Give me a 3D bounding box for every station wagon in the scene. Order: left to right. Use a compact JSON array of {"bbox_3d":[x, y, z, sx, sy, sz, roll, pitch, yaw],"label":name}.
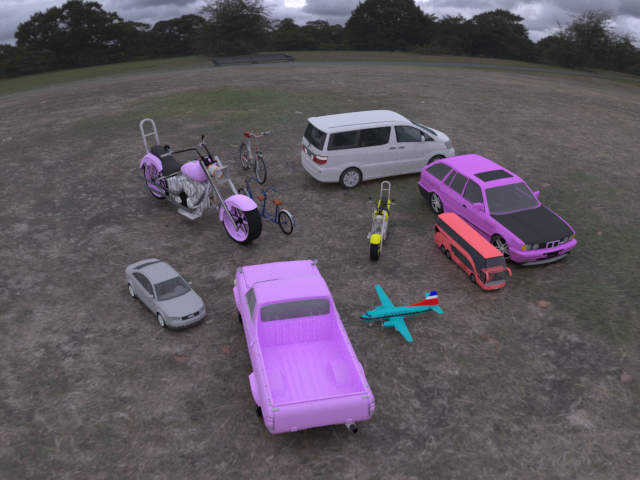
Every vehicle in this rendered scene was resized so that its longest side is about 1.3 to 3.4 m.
[{"bbox_3d":[2.851,-0.623,11.535,1.327,0.920,3.105,-11,29,-20],"label":"station wagon"}]

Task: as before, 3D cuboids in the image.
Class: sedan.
[{"bbox_3d":[-2.119,0.668,9.523,0.635,0.483,1.613,-19,33,-32],"label":"sedan"}]

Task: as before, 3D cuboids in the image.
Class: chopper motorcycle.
[{"bbox_3d":[-2.070,-1.011,11.676,3.040,1.480,0.906,24,36,39],"label":"chopper motorcycle"},{"bbox_3d":[0.956,-0.318,11.120,0.466,0.761,1.563,5,28,10],"label":"chopper motorcycle"}]

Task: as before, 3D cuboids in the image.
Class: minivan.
[{"bbox_3d":[1.174,-1.865,13.627,3.011,1.197,1.324,-10,29,-18],"label":"minivan"}]

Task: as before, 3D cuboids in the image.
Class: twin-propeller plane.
[{"bbox_3d":[1.045,0.898,9.164,1.095,0.407,1.370,-6,28,-12],"label":"twin-propeller plane"}]

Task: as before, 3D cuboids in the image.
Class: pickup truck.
[{"bbox_3d":[-0.300,1.049,8.238,1.244,0.993,3.117,-6,28,-11],"label":"pickup truck"}]

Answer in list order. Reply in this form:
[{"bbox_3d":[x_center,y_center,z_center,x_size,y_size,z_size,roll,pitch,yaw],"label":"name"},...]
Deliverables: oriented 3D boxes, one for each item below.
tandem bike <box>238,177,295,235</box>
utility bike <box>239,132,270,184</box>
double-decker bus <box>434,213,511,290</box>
[{"bbox_3d":[-0.938,-0.613,11.775,0.283,0.682,1.642,-21,34,-35],"label":"tandem bike"},{"bbox_3d":[-1.269,-1.703,13.587,0.535,0.946,1.435,-13,30,-23],"label":"utility bike"},{"bbox_3d":[2.227,0.163,10.433,0.389,0.541,1.672,-9,29,-16],"label":"double-decker bus"}]
